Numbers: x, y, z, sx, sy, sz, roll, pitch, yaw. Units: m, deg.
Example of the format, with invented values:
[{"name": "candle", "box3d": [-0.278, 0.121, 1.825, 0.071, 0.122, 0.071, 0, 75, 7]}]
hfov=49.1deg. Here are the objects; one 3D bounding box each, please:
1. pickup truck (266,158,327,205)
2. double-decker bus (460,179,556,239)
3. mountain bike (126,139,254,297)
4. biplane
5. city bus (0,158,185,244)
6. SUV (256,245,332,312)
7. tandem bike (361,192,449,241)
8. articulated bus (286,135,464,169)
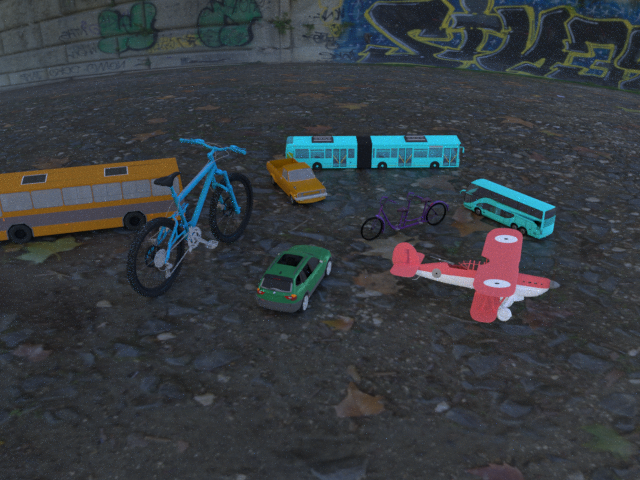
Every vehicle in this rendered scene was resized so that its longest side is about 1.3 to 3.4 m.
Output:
[{"name": "pickup truck", "box3d": [-0.442, -1.126, 12.562, 0.640, 0.511, 1.603, -11, 29, -21]}, {"name": "double-decker bus", "box3d": [3.035, -0.539, 11.393, 0.389, 0.541, 1.672, -19, 33, -33]}, {"name": "mountain bike", "box3d": [-1.752, -0.396, 9.869, 1.114, 1.688, 2.857, 13, 30, 24]}, {"name": "biplane", "box3d": [1.978, 0.434, 9.032, 2.120, 0.981, 2.598, 8, 28, 16]}, {"name": "city bus", "box3d": [-3.840, -0.619, 11.163, 3.255, 0.894, 0.926, -7, 28, -14]}, {"name": "SUV", "box3d": [-0.328, 0.426, 9.484, 0.656, 0.580, 1.572, 9, 29, 17]}, {"name": "tandem bike", "box3d": [1.357, -0.424, 11.017, 1.642, 0.682, 0.283, -13, 30, -24]}, {"name": "articulated bus", "box3d": [1.041, -1.713, 13.644, 3.401, 0.561, 0.605, -1, 27, -1]}]
